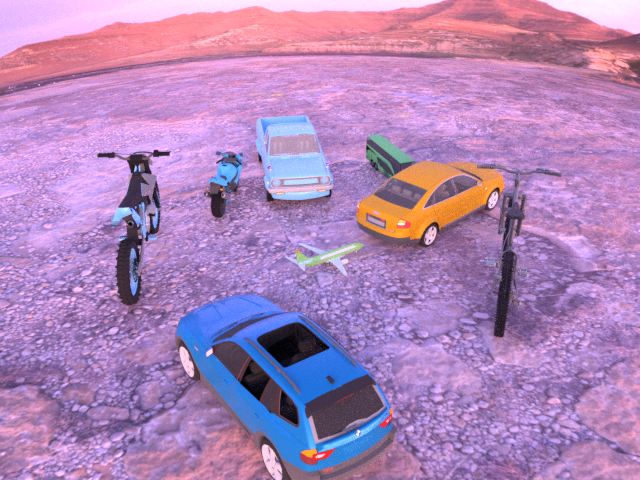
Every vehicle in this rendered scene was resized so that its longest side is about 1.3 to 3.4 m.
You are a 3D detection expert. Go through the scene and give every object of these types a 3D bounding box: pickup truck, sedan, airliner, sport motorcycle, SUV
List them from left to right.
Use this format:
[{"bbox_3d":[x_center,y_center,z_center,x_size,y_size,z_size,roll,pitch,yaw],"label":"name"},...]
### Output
[{"bbox_3d":[-1.640,-1.002,12.143,0.506,0.821,1.520,4,29,7],"label":"sport motorcycle"},{"bbox_3d":[-0.486,1.358,7.545,1.276,1.128,3.058,-19,34,-30],"label":"SUV"},{"bbox_3d":[-0.549,-1.713,13.254,1.244,0.993,3.117,-4,29,-8],"label":"pickup truck"},{"bbox_3d":[0.148,0.153,10.455,1.307,0.429,1.161,-20,34,-31],"label":"airliner"},{"bbox_3d":[1.926,-0.799,11.652,1.235,0.940,3.137,26,38,38],"label":"sedan"}]

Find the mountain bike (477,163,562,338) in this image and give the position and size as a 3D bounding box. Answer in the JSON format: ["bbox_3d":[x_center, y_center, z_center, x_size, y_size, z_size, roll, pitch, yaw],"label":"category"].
[{"bbox_3d":[2.555,0.008,9.415,1.114,1.688,2.857,8,30,13],"label":"mountain bike"}]

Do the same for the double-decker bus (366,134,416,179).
[{"bbox_3d":[1.354,-1.488,13.315,0.389,0.541,1.672,-10,30,-18],"label":"double-decker bus"}]

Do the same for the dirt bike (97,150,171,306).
[{"bbox_3d":[-2.649,-0.385,10.149,1.024,1.666,2.903,-2,29,-3],"label":"dirt bike"}]
